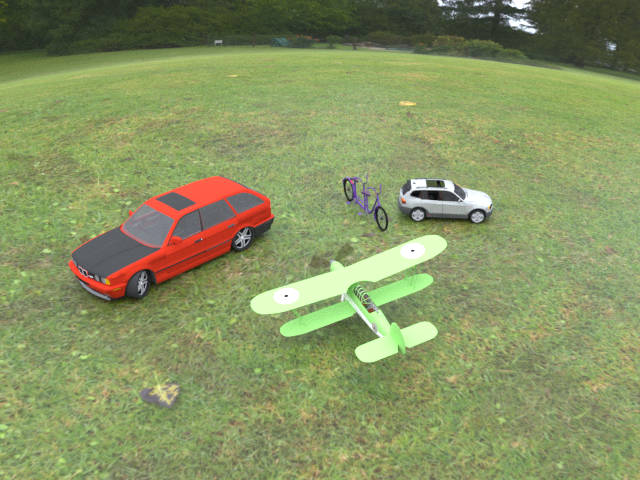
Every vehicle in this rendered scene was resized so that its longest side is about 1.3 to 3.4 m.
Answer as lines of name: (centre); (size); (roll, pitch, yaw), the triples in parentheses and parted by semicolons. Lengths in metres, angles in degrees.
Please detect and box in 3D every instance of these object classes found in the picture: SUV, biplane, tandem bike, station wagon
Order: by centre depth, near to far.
biplane: (0.507, 0.792, 8.549); (2.598, 0.981, 2.120); (-11, 31, -19)
station wagon: (-2.141, -0.150, 10.322); (1.327, 0.920, 3.105); (25, 37, 37)
tandem bike: (0.741, -0.735, 11.630); (0.283, 0.682, 1.642); (-12, 31, -20)
SUV: (2.083, -0.682, 11.639); (1.572, 0.580, 0.656); (2, 29, 4)
